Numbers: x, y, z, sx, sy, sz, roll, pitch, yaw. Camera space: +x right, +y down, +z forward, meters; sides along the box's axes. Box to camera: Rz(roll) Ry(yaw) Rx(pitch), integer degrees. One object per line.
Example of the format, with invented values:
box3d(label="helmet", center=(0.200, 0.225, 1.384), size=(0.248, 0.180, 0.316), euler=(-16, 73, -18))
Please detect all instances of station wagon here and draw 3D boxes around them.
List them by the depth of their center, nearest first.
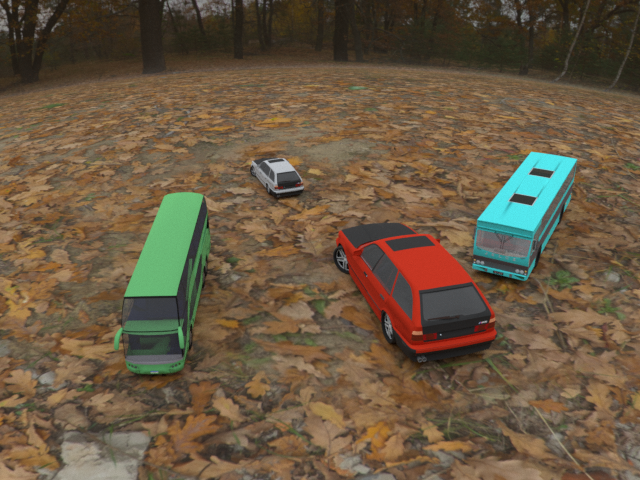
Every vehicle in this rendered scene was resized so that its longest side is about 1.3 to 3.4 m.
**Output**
box3d(label="station wagon", center=(1.148, 0.409, 9.342), size=(1.327, 0.920, 3.105), euler=(-8, 28, -15))
box3d(label="station wagon", center=(-0.831, -1.286, 13.195), size=(0.682, 0.473, 1.597), euler=(-10, 29, -19))

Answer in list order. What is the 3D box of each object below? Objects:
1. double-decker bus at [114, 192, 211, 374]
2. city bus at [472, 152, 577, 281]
box3d(label="double-decker bus", center=(-1.925, 0.466, 9.084), size=(0.756, 1.052, 3.251), euler=(-1, 27, -2))
box3d(label="city bus", center=(3.293, -0.442, 11.057), size=(0.926, 0.894, 3.255), euler=(14, 30, 25))
